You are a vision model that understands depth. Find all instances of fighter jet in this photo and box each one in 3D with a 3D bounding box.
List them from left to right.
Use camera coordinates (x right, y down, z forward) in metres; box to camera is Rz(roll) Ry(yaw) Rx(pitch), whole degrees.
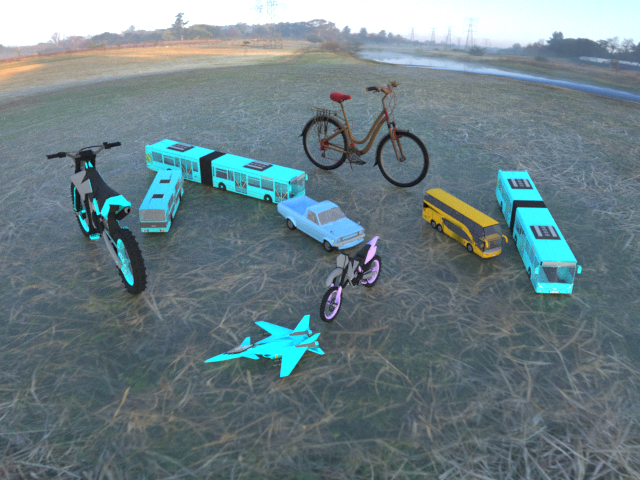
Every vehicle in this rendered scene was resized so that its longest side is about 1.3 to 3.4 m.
[{"bbox_3d":[-0.680,1.216,8.169,1.358,0.286,1.147,-9,28,-17],"label":"fighter jet"}]

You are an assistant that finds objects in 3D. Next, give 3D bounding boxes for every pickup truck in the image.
[{"bbox_3d":[-0.005,-0.335,10.970,0.640,0.511,1.603,-19,33,-33],"label":"pickup truck"}]

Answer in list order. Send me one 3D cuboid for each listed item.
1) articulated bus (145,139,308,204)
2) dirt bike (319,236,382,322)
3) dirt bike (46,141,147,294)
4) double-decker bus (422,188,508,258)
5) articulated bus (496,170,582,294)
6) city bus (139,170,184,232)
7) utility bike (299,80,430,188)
[{"bbox_3d":[-1.770,-1.257,12.728,3.401,0.561,0.605,16,31,28],"label":"articulated bus"},{"bbox_3d":[0.428,0.446,9.054,0.527,0.857,1.493,16,31,29],"label":"dirt bike"},{"bbox_3d":[-3.104,-0.430,9.882,1.024,1.666,2.903,-17,31,-29],"label":"dirt bike"},{"bbox_3d":[2.188,-0.264,10.798,0.389,0.541,1.672,-13,30,-24],"label":"double-decker bus"},{"bbox_3d":[3.226,-0.242,10.732,0.605,0.561,3.401,2,27,3],"label":"articulated bus"},{"bbox_3d":[-2.609,-0.645,11.636,0.476,0.460,1.674,0,27,-1],"label":"city bus"},{"bbox_3d":[0.806,-2.052,12.881,2.791,1.839,1.039,16,31,29],"label":"utility bike"}]
